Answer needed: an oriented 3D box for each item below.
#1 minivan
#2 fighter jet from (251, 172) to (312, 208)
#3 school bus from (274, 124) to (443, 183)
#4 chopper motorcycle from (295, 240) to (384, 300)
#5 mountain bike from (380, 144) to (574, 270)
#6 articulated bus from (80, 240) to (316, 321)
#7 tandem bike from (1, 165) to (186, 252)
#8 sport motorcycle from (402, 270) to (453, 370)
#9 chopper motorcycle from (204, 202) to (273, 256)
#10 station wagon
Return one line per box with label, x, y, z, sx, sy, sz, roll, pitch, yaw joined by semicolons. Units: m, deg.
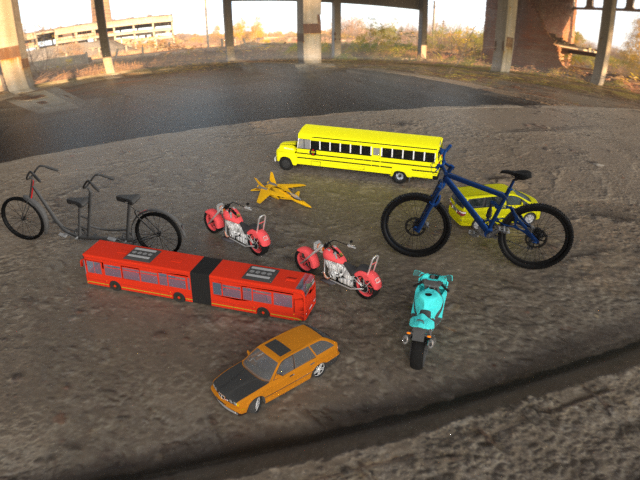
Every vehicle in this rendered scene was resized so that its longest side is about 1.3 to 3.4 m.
minivan;3.006;-0.612;11.946;1.548;0.616;0.681;-6;29;-11
fighter jet;-0.624;-0.881;12.794;1.147;0.286;1.358;-25;37;-38
school bus;0.722;-1.728;13.782;3.322;0.844;0.709;8;29;14
chopper motorcycle;0.239;0.322;10.054;1.563;0.761;0.466;23;36;36
mountain bike;2.332;-0.402;10.422;2.857;1.688;1.114;6;29;11
articulated bus;-1.746;0.547;9.845;3.401;0.561;0.605;8;29;15
tandem bike;-3.602;-0.448;10.890;3.192;1.326;0.550;6;29;12
sport motorcycle;1.338;0.958;8.807;0.506;0.821;1.520;8;29;14
chopper motorcycle;-1.351;-0.278;11.171;0.466;0.761;1.563;-25;37;-38
station wagon;-0.518;1.465;8.230;1.597;0.473;0.682;-23;36;-36
